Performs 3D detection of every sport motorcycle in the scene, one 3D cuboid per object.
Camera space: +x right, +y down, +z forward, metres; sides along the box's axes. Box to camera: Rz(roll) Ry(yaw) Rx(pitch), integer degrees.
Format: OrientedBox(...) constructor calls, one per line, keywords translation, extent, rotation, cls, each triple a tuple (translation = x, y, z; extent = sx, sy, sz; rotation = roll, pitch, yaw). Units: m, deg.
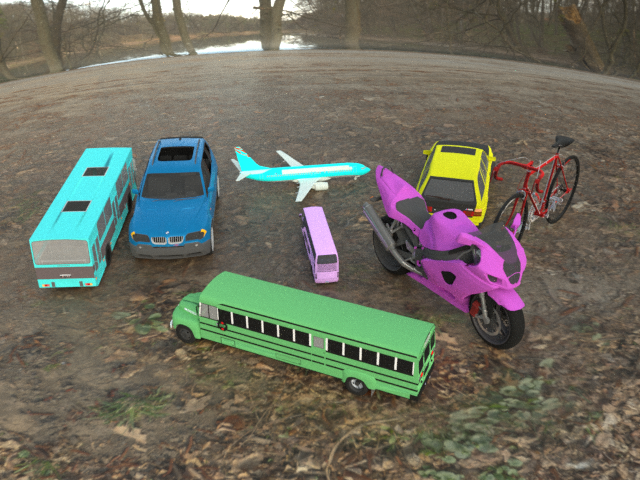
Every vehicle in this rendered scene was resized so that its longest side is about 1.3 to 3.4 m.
OrientedBox(translation=(1.614, 0.170, 9.215), extent=(0.983, 1.596, 2.955), rotation=(-17, 34, -27), cls="sport motorcycle")

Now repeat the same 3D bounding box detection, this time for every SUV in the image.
OrientedBox(translation=(-2.310, -0.763, 11.318), extent=(1.276, 1.128, 3.058), rotation=(-2, 30, -4), cls="SUV")

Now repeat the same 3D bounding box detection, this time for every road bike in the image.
OrientedBox(translation=(3.336, -0.685, 10.649), extent=(0.697, 1.656, 3.004), rotation=(24, 37, 35), cls="road bike")

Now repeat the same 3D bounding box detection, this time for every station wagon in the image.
OrientedBox(translation=(2.388, -1.178, 12.252), extent=(1.327, 0.920, 3.105), rotation=(8, 31, 13), cls="station wagon")

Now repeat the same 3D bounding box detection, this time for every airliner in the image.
OrientedBox(translation=(-0.306, -1.388, 12.706), extent=(2.541, 0.835, 2.257), rotation=(-6, 30, -10), cls="airliner")

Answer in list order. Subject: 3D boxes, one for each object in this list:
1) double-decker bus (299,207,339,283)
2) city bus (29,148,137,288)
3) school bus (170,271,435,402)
OrientedBox(translation=(-0.020, 0.026, 10.529), extent=(0.389, 0.541, 1.672), rotation=(-4, 30, -7), cls="double-decker bus")
OrientedBox(translation=(-3.571, -0.416, 10.947), extent=(0.926, 0.894, 3.255), rotation=(-1, 30, -3), cls="city bus")
OrientedBox(translation=(-0.307, 1.073, 8.394), extent=(3.322, 0.844, 0.709), rotation=(13, 32, 21), cls="school bus")
